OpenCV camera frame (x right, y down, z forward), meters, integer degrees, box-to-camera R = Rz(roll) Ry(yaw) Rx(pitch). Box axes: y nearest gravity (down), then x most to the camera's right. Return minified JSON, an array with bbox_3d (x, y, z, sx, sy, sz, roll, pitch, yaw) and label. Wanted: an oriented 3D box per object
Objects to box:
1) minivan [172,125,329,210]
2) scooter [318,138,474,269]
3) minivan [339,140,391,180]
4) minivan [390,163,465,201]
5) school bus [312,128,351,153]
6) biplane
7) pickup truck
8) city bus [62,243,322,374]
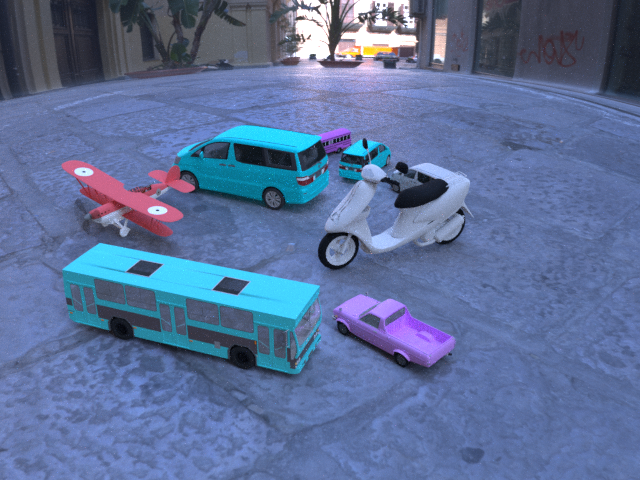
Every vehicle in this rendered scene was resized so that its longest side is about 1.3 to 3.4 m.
[{"bbox_3d":[-1.355,-1.466,13.040,3.011,1.197,1.324,12,30,23],"label":"minivan"},{"bbox_3d":[1.206,-0.564,10.647,2.721,1.786,1.288,-12,30,-22],"label":"scooter"},{"bbox_3d":[0.930,-1.673,14.076,0.681,0.616,1.548,13,30,23],"label":"minivan"},{"bbox_3d":[1.955,-1.074,12.912,0.681,0.616,1.548,-19,33,-32],"label":"minivan"},{"bbox_3d":[-0.055,-1.976,14.861,1.708,0.434,0.365,-23,35,-37],"label":"school bus"},{"bbox_3d":[-3.078,-0.692,11.773,2.598,0.981,2.120,17,32,30],"label":"biplane"},{"bbox_3d":[0.903,1.090,8.829,1.603,0.511,0.640,24,36,38],"label":"pickup truck"},{"bbox_3d":[-1.634,0.855,8.867,3.255,0.894,0.926,10,29,18],"label":"city bus"}]
